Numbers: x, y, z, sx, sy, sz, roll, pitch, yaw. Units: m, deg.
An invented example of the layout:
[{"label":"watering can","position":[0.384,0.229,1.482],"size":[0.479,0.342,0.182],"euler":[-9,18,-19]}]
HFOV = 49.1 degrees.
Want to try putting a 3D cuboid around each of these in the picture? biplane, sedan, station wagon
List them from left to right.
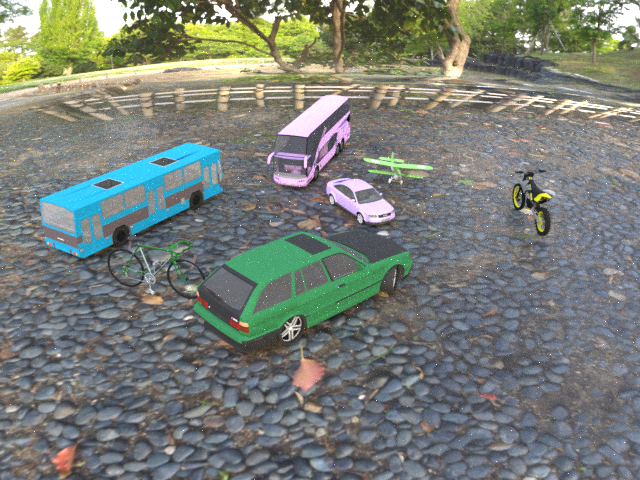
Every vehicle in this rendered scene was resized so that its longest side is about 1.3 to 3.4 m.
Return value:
[{"label":"station wagon","position":[-0.109,0.429,9.266],"size":[3.105,0.920,1.327],"euler":[-22,33,-37]},{"label":"sedan","position":[0.689,-0.725,12.112],"size":[0.635,0.483,1.613],"euler":[-14,29,-26]},{"label":"biplane","position":[1.468,-1.382,13.427],"size":[1.336,0.504,1.090],"euler":[-2,26,-4]}]

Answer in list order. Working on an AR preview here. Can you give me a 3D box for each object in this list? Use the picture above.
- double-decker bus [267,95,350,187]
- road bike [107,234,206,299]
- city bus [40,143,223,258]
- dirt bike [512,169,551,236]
[{"label":"double-decker bus","position":[-0.116,-2.023,14.112],"size":[0.756,1.052,3.251],"euler":[8,27,16]},{"label":"road bike","position":[-2.245,0.344,9.516],"size":[1.545,0.852,0.358],"euler":[9,28,18]},{"label":"city bus","position":[-2.972,-0.706,11.607],"size":[0.926,0.894,3.255],"euler":[16,30,30]},{"label":"dirt bike","position":[3.511,-0.696,11.630],"size":[0.527,0.857,1.493],"euler":[-3,26,-6]}]
